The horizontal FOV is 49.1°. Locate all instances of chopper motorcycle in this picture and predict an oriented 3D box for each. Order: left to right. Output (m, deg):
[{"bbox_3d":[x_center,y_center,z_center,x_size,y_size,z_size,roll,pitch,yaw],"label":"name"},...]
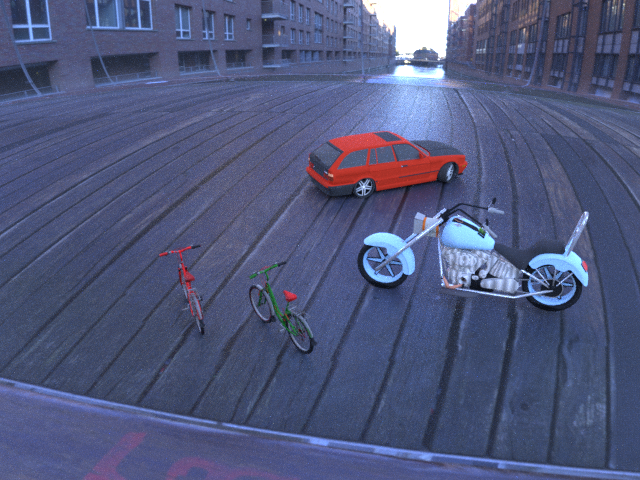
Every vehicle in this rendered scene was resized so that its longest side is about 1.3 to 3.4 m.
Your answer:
[{"bbox_3d":[1.999,0.130,9.332,3.040,1.480,0.906,8,27,17],"label":"chopper motorcycle"}]

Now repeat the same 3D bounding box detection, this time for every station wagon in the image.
[{"bbox_3d":[1.329,-1.561,13.398,3.105,0.920,1.327,-11,28,-21],"label":"station wagon"}]

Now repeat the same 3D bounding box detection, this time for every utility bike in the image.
[{"bbox_3d":[-1.727,0.595,8.992,0.535,0.946,1.435,-10,28,-19],"label":"utility bike"},{"bbox_3d":[-0.527,0.813,8.550,0.535,0.946,1.435,-19,32,-33],"label":"utility bike"}]
